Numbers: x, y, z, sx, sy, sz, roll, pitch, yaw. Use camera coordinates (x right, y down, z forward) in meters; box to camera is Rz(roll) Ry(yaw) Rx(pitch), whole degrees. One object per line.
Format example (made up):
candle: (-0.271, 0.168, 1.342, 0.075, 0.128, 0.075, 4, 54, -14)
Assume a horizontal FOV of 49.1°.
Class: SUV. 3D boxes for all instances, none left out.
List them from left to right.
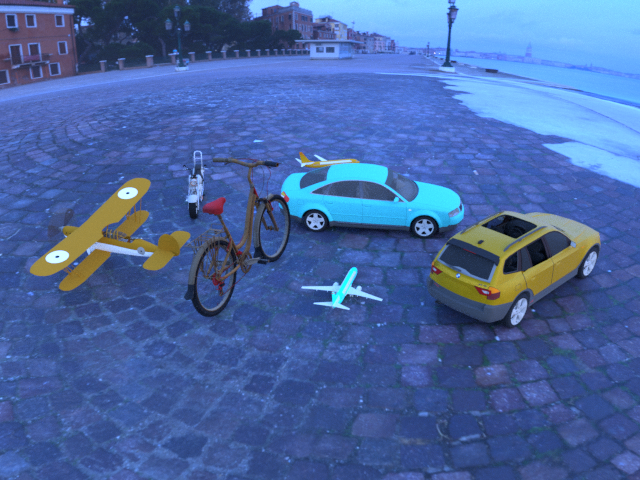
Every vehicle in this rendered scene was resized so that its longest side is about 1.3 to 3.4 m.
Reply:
SUV: (2.813, 0.172, 9.860, 3.058, 1.128, 1.276, -23, 35, -38)

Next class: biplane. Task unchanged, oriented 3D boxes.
biplane: (-2.991, 0.045, 10.272, 2.120, 0.981, 2.598, 10, 29, 18)

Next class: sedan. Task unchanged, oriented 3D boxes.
sedan: (0.869, -0.750, 11.884, 3.137, 0.940, 1.235, 4, 27, 7)

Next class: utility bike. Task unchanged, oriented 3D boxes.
utility bike: (-1.178, -0.186, 9.779, 1.039, 1.839, 2.791, 12, 29, 22)

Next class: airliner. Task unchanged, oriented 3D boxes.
airliner: (0.189, -1.634, 14.189, 1.307, 0.429, 1.161, -7, 28, -14)
airliner: (0.340, 0.595, 9.797, 1.161, 0.429, 1.307, 8, 28, 15)

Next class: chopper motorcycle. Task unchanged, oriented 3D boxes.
chopper motorcycle: (-2.237, -1.008, 12.590, 0.466, 0.761, 1.563, -2, 27, -4)
